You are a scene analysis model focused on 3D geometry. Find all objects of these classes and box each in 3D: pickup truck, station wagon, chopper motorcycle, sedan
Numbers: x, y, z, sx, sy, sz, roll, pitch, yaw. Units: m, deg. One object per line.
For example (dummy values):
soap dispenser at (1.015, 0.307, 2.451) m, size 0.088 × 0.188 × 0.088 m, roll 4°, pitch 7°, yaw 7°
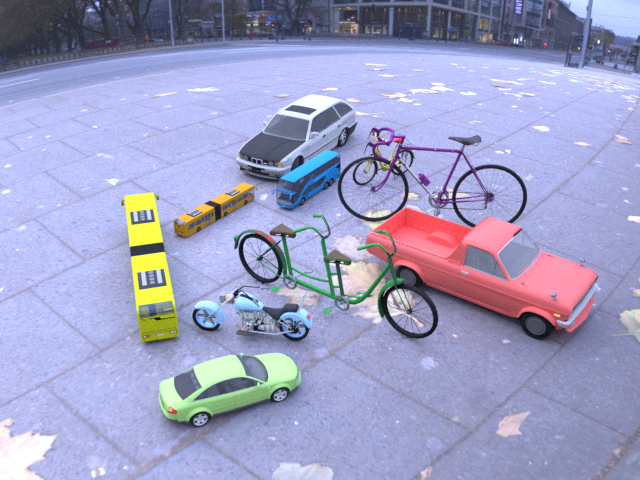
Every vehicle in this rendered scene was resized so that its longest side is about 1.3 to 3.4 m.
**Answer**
pickup truck at (2.173, 0.262, 9.639) m, size 3.117 × 0.993 × 1.244 m, roll 21°, pitch 36°, yaw 32°
station wagon at (-0.415, -2.139, 13.906) m, size 1.327 × 0.920 × 3.105 m, roll 16°, pitch 33°, yaw 25°
chopper motorcycle at (-0.863, 0.878, 8.797) m, size 1.563 × 0.761 × 0.466 m, roll 6°, pitch 30°, yaw 11°
sedan at (-0.993, 1.586, 7.841) m, size 1.613 × 0.483 × 0.635 m, roll -12°, pitch 32°, yaw -21°

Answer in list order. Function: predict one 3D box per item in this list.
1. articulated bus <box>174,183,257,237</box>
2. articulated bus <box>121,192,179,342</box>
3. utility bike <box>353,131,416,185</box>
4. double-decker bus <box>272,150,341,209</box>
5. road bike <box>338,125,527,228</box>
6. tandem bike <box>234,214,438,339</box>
articulated bus at (-1.730, -0.524, 11.722) m, size 0.311 × 0.289 × 1.749 m, roll 19°, pitch 35°, yaw 30°
articulated bus at (-2.466, 0.256, 10.084) m, size 0.605 × 0.561 × 3.401 m, roll -8°, pitch 31°, yaw -14°
utility bike at (1.227, -1.506, 12.775) m, size 1.435 × 0.946 × 0.535 m, roll -17°, pitch 34°, yaw -27°
double-decker bus at (-0.197, -1.067, 12.415) m, size 0.389 × 0.541 × 1.672 m, roll 18°, pitch 34°, yaw 28°
road bike at (1.768, -0.953, 11.095) m, size 3.004 × 1.656 × 0.697 m, roll 5°, pitch 30°, yaw 8°
tandem bike at (0.112, 0.329, 9.188) m, size 3.192 × 1.326 × 0.550 m, roll 18°, pitch 34°, yaw 29°
